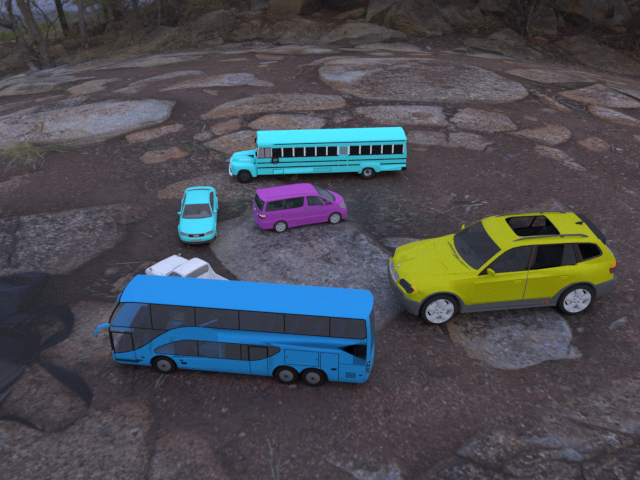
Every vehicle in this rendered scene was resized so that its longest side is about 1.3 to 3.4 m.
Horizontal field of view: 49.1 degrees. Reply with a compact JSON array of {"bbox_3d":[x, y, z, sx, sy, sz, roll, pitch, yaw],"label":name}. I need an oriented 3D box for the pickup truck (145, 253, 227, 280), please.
[{"bbox_3d":[-1.712,0.590,9.662,1.603,0.511,0.640,22,37,33],"label":"pickup truck"}]

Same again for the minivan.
[{"bbox_3d":[-0.316,-0.587,11.606,1.548,0.616,0.681,-9,31,-16],"label":"minivan"}]

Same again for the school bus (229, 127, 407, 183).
[{"bbox_3d":[-0.055,-1.624,13.185,3.322,0.844,0.709,-2,30,-4],"label":"school bus"}]

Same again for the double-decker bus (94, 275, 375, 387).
[{"bbox_3d":[-0.978,1.050,8.316,3.251,1.052,0.756,4,30,6],"label":"double-decker bus"}]

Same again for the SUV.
[{"bbox_3d":[2.465,0.292,9.560,3.058,1.128,1.276,-4,30,-6],"label":"SUV"}]

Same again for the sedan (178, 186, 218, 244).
[{"bbox_3d":[-2.004,-0.473,11.541,0.635,0.483,1.613,-3,30,-5],"label":"sedan"}]
